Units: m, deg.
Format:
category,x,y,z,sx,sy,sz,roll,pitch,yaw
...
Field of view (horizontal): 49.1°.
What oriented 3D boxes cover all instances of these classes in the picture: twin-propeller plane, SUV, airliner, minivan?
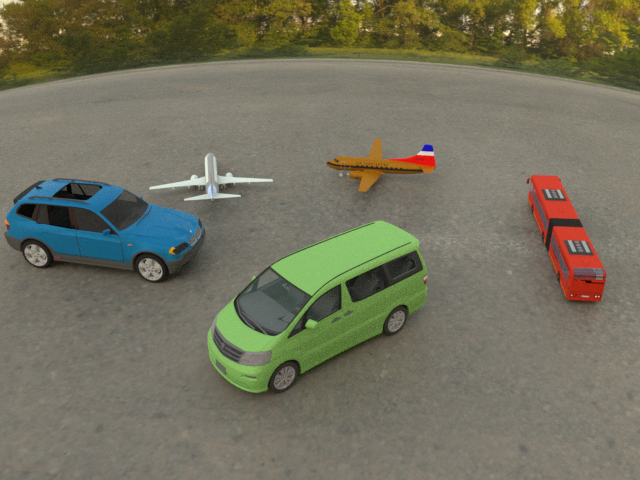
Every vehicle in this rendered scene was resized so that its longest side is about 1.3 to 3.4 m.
category,x,y,z,sx,sy,sz,roll,pitch,yaw
twin-propeller plane,1.166,-1.529,13.507,2.129,0.792,2.663,5,30,9
SUV,-3.329,-0.236,10.837,3.058,1.128,1.276,6,30,11
airliner,-2.045,-1.330,13.106,2.257,0.835,2.541,-4,29,-8
minivan,0.002,0.775,8.951,3.011,1.197,1.324,-21,35,-33

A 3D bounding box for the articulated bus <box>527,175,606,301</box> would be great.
category,x,y,z,sx,sy,sz,roll,pitch,yaw
articulated bus,3.887,-0.144,11.255,0.605,0.561,3.401,3,29,5
